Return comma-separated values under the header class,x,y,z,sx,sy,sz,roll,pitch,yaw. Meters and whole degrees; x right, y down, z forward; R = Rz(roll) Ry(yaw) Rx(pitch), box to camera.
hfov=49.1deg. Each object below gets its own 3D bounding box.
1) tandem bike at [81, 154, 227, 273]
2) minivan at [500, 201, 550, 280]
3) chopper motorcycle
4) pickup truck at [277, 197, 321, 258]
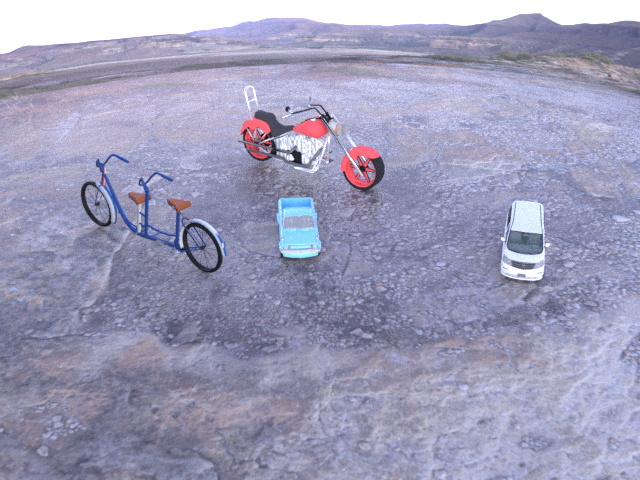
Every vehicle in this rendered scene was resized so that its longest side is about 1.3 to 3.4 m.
class,x,y,z,sx,sy,sz,roll,pitch,yaw
tandem bike,-2.582,-0.456,10.379,3.192,1.326,0.550,20,34,32
minivan,3.006,-0.005,10.293,0.681,0.616,1.548,8,30,14
chopper motorcycle,-0.202,-1.889,12.844,3.040,1.480,0.906,17,33,28
pickup truck,-0.342,-0.264,10.877,0.640,0.511,1.603,-2,29,-4
